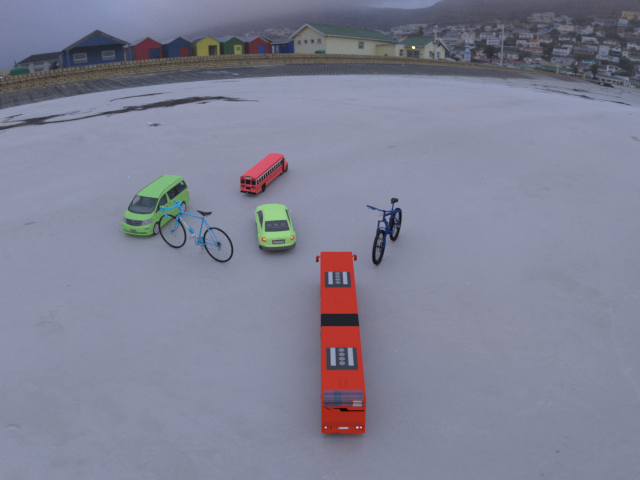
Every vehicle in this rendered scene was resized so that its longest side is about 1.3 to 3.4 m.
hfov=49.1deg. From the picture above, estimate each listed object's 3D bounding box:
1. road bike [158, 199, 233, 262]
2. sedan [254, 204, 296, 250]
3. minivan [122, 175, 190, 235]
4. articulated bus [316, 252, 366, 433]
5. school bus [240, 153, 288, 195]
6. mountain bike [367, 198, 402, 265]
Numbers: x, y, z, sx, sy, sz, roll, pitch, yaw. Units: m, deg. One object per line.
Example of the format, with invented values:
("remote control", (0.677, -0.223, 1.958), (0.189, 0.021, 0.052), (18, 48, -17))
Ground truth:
("road bike", (-2.000, -0.146, 11.122), (1.545, 0.852, 0.358), (15, 30, 28))
("sedan", (-0.776, -0.305, 11.862), (0.635, 0.483, 1.613), (-4, 26, -8))
("minivan", (-2.898, -0.622, 12.355), (0.681, 0.616, 1.548), (8, 27, 16))
("articulated bus", (0.246, 1.122, 8.877), (0.605, 0.561, 3.401), (0, 26, 0))
("school bus", (-1.088, -1.363, 14.065), (0.365, 0.434, 1.708), (9, 28, 17))
("mountain bike", (1.091, -0.215, 11.243), (0.573, 0.868, 1.469), (10, 28, 20))
